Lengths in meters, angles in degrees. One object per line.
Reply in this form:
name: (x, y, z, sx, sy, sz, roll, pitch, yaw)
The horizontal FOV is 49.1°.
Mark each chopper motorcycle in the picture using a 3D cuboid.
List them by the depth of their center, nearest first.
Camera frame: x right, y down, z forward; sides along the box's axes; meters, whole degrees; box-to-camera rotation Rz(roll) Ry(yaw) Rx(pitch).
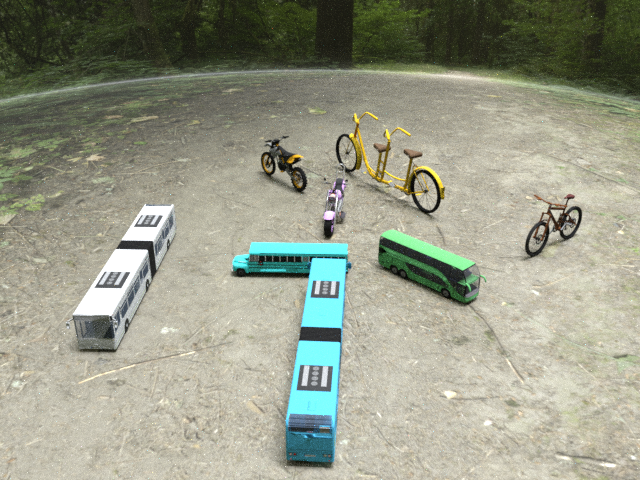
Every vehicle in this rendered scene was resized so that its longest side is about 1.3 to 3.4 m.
chopper motorcycle: (0.246, -0.688, 11.809, 0.466, 0.761, 1.563, 4, 27, 8)

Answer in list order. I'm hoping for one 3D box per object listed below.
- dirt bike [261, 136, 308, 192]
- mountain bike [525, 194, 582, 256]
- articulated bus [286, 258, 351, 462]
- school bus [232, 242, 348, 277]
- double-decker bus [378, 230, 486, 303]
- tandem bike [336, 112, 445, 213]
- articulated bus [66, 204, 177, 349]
dirt bike: (-0.713, -1.488, 13.311, 0.527, 0.857, 1.493, -19, 32, -33)
mountain bike: (3.666, -0.286, 10.879, 1.469, 0.868, 0.573, -20, 33, -35)
articulated bus: (0.019, 1.209, 8.217, 0.605, 0.561, 3.401, 2, 26, 3)
school bus: (-0.439, 0.283, 10.223, 1.708, 0.434, 0.365, 1, 26, 2)
double-decker bus: (1.544, 0.367, 9.934, 0.389, 0.541, 1.672, -23, 35, -39)
tandem bike: (1.198, -1.508, 12.824, 0.550, 1.326, 3.192, -16, 31, -29)
articulated bus: (-2.649, 0.383, 9.879, 0.605, 0.561, 3.401, 1, 26, 2)
